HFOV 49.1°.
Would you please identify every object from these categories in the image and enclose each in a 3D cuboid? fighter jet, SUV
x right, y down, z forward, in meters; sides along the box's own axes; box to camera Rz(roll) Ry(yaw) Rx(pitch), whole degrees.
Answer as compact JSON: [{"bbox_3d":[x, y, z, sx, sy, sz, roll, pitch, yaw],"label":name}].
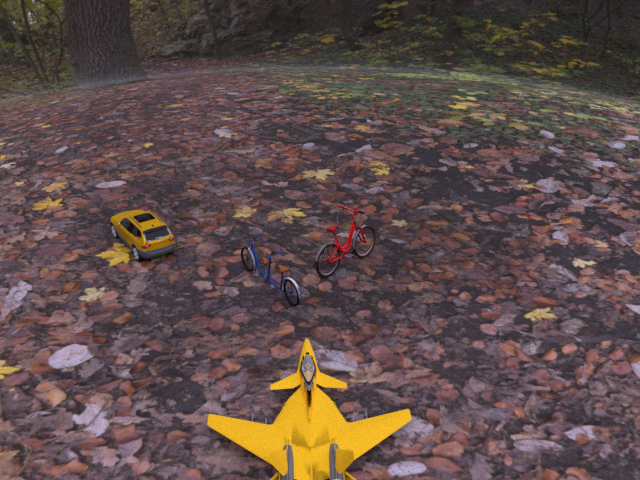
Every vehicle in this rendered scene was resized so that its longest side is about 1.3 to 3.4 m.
[{"bbox_3d":[-0.121,1.731,7.817,2.229,0.557,2.640,-1,27,-2],"label":"fighter jet"},{"bbox_3d":[-2.932,-0.187,11.509,0.656,0.580,1.572,-18,32,-31],"label":"SUV"}]

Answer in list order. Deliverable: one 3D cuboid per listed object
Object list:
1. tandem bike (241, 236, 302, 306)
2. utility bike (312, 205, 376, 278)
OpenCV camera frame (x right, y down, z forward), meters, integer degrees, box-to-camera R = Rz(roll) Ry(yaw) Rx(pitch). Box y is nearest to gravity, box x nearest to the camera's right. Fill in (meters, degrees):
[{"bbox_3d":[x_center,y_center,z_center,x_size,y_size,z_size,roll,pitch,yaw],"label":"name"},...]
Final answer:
[{"bbox_3d":[-0.747,0.403,10.255,0.283,0.682,1.642,-18,32,-31],"label":"tandem bike"},{"bbox_3d":[0.356,-0.021,10.788,0.535,0.946,1.435,24,36,38],"label":"utility bike"}]
